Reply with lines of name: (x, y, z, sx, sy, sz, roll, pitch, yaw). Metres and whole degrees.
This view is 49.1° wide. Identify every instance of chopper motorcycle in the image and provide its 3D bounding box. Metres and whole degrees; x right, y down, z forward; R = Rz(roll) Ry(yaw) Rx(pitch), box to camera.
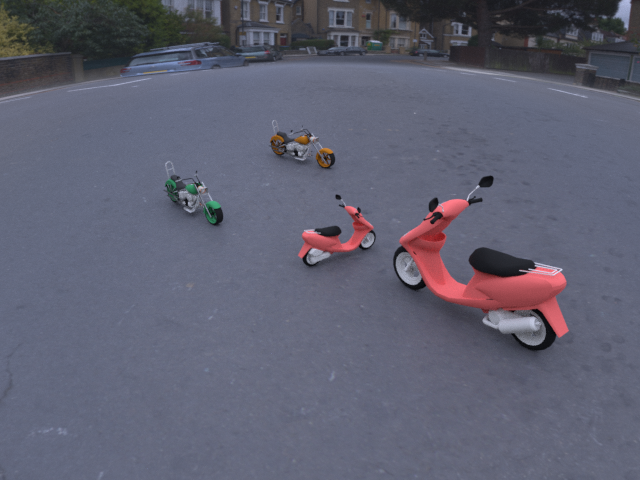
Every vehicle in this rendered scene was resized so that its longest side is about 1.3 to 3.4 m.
chopper motorcycle: (-2.207, -0.817, 12.125, 0.466, 0.761, 1.563, -24, 36, -38)
chopper motorcycle: (-0.375, -1.963, 14.326, 1.563, 0.761, 0.466, 17, 32, 29)

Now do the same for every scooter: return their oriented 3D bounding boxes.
scooter: (0.288, -0.136, 10.650, 1.399, 0.919, 0.662, -16, 32, -28)
scooter: (1.994, 0.236, 8.996, 1.288, 1.786, 2.721, -23, 35, -37)
